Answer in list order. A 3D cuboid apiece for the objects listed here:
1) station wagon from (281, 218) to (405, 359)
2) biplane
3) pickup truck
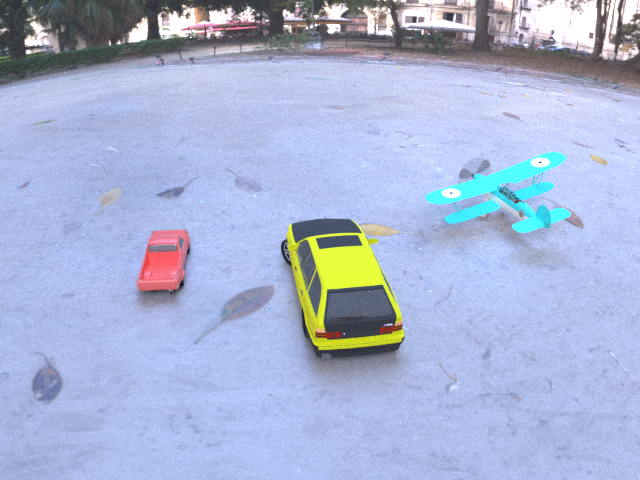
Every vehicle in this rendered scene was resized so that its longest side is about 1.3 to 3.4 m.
[{"bbox_3d":[0.242,0.382,9.579,1.327,0.920,3.105,-4,29,-8],"label":"station wagon"},{"bbox_3d":[3.037,-0.648,11.409,2.598,0.981,2.120,-11,31,-20],"label":"biplane"},{"bbox_3d":[-2.277,0.245,10.259,0.640,0.511,1.603,-2,29,-4],"label":"pickup truck"}]
